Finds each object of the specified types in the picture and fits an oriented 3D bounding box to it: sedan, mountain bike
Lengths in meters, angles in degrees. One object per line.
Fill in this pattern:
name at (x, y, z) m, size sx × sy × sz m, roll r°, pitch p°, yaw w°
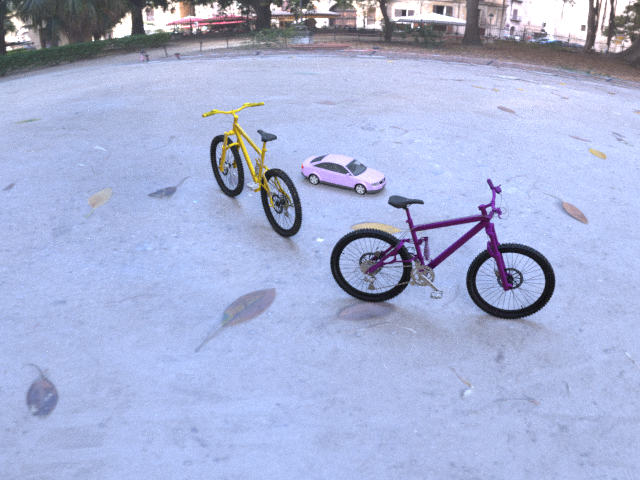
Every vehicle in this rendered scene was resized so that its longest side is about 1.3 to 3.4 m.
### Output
sedan at (0.427, -1.238, 12.641) m, size 1.613 × 0.483 × 0.635 m, roll 14°, pitch 32°, yaw 24°
mountain bike at (-1.104, -1.188, 11.304) m, size 1.114 × 1.688 × 2.857 m, roll -18°, pitch 34°, yaw -30°
mountain bike at (1.529, 0.175, 8.838) m, size 2.857 × 1.688 × 1.114 m, roll 6°, pitch 30°, yaw 11°
